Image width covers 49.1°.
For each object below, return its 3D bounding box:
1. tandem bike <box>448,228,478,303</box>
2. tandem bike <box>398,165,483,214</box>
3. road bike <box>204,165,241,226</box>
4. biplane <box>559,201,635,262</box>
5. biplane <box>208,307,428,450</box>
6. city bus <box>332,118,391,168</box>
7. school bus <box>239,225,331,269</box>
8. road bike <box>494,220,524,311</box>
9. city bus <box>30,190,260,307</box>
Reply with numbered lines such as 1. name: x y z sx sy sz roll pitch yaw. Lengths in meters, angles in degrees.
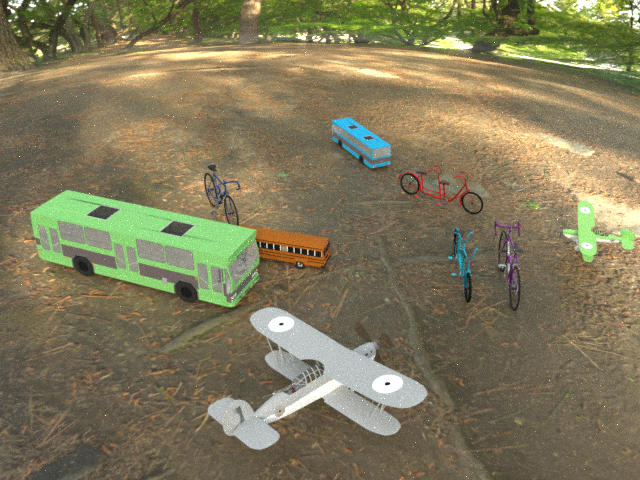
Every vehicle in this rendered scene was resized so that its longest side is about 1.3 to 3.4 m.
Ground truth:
1. tandem bike: 2.033 0.220 9.951 0.283 0.682 1.642 1 30 2
2. tandem bike: 2.042 -0.926 11.905 1.642 0.682 0.283 21 37 32
3. road bike: -1.631 -0.745 11.429 0.358 0.852 1.545 -15 33 -24
4. biplane: 4.174 -0.048 10.584 1.090 0.504 1.336 8 31 13
5. biplane: -0.148 1.529 7.423 2.120 0.981 2.598 -23 38 -34
6. city bus: 0.791 -1.906 13.796 0.476 0.460 1.674 -14 33 -22
7. school bus: -0.704 0.089 10.418 1.708 0.434 0.365 9 32 15
8. road bike: 2.620 0.297 9.653 0.358 0.852 1.545 2 30 3
9. city bus: -2.487 0.115 9.921 3.255 0.894 0.926 12 32 19
